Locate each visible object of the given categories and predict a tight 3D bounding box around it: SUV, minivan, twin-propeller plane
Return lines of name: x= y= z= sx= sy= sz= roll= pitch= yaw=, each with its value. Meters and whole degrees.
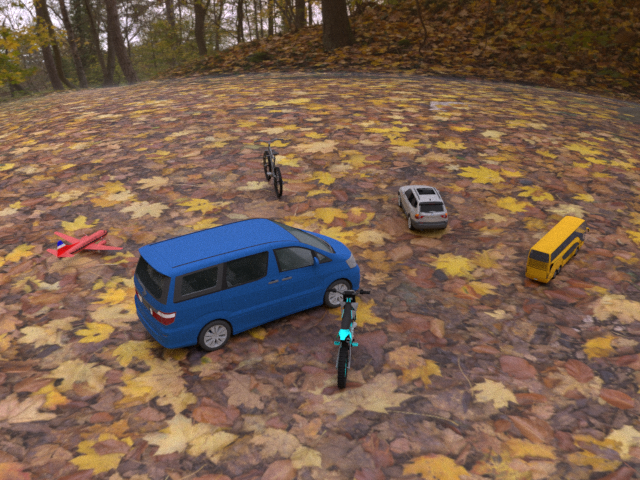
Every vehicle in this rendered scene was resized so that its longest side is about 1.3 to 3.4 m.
SUV: x=1.769 y=-0.654 z=12.070 sx=0.656 sy=0.580 sz=1.572 roll=-2 pitch=26 yaw=-4
minivan: x=-0.873 y=0.415 z=9.178 sx=3.011 sy=1.197 sz=1.324 roll=-16 pitch=30 yaw=-30
twin-propeller plane: x=-3.687 y=0.017 z=10.894 sx=1.370 sy=0.407 sz=1.095 roll=12 pitch=28 yaw=23

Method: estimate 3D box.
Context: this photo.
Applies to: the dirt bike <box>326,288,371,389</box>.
dirt bike: x=0.312 y=1.042 z=8.282 sx=0.527 sy=0.857 sz=1.493 roll=3 pitch=26 yaw=6

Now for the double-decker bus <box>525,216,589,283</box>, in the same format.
double-decker bus: x=3.593 y=0.106 z=10.558 sx=0.389 sy=0.541 sz=1.672 roll=18 pitch=31 yaw=33

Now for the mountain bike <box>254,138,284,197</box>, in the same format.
mountain bike: x=-0.902 y=-1.409 z=13.288 sx=0.573 sy=0.868 sz=1.469 roll=-7 pitch=27 yaw=-14
